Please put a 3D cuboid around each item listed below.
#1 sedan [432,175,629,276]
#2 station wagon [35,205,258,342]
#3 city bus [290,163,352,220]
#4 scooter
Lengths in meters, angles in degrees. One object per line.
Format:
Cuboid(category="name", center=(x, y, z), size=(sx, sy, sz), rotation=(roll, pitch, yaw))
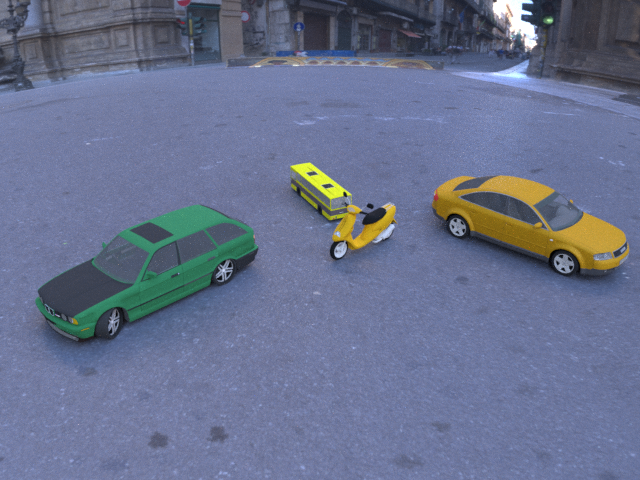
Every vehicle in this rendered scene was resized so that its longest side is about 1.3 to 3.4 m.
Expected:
Cuboid(category="sedan", center=(3.243, -0.372, 10.964), size=(3.137, 0.940, 1.235), rotation=(23, 35, 37))
Cuboid(category="station wagon", center=(-2.336, 0.316, 9.663), size=(1.327, 0.920, 3.105), rotation=(24, 36, 38))
Cuboid(category="city bus", center=(-0.006, -0.861, 12.421), size=(0.476, 0.460, 1.674), rotation=(-13, 30, -23))
Cuboid(category="scooter", center=(0.689, -0.274, 10.799), size=(1.399, 0.919, 0.662), rotation=(-21, 34, -35))
